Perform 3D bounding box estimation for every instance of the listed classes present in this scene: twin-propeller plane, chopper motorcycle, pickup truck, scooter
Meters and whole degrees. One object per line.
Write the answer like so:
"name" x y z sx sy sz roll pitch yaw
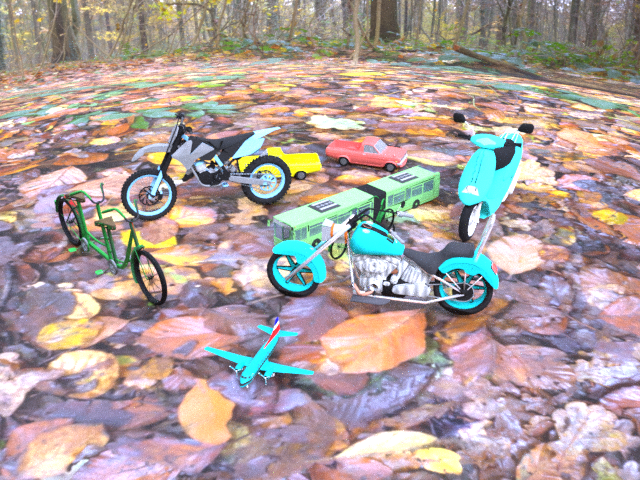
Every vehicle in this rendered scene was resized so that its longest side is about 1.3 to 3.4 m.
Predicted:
"twin-propeller plane" -0.678 1.310 8.090 1.370 0.407 1.095 10 29 18
"chopper motorcycle" 0.780 0.200 9.075 3.040 1.480 0.906 7 28 12
"pickup truck" -0.782 -1.472 13.388 1.603 0.511 0.640 -3 27 -6
"scooter" 2.831 -1.219 11.502 1.288 1.786 2.721 14 30 26
"pickup truck" 0.930 -1.765 13.958 1.603 0.511 0.640 10 29 18

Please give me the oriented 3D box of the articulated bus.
"articulated bus" 0.677 -0.548 11.536 3.401 0.561 0.605 -22 34 -36

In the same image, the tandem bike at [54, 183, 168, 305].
"tandem bike" -3.059 -0.143 9.912 0.550 1.326 3.192 -23 35 -37

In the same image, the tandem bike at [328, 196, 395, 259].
"tandem bike" 0.664 -0.227 10.780 0.283 0.682 1.642 22 34 36

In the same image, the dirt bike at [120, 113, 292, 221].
"dirt bike" -1.863 -1.214 11.623 2.903 1.666 1.024 -9 29 -17
